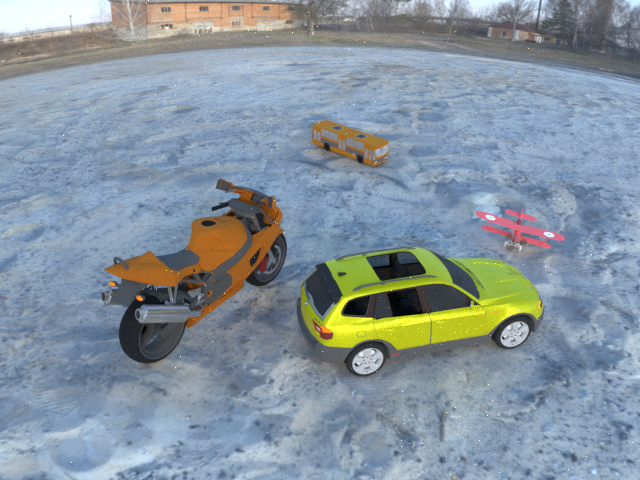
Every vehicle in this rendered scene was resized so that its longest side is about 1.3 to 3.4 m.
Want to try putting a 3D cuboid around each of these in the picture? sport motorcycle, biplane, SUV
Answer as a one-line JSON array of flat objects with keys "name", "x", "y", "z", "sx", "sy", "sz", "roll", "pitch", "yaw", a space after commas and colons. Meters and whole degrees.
[{"name": "sport motorcycle", "x": -1.394, "y": 0.331, "z": 8.780, "sx": 0.983, "sy": 1.596, "sz": 2.955, "roll": 20, "pitch": 36, "yaw": 31}, {"name": "biplane", "x": 3.059, "y": -0.172, "z": 10.742, "sx": 1.336, "sy": 0.504, "sz": 1.090, "roll": 10, "pitch": 31, "yaw": 16}, {"name": "SUV", "x": 1.243, "y": 0.711, "z": 8.590, "sx": 3.058, "sy": 1.128, "sz": 1.276, "roll": -8, "pitch": 31, "yaw": -13}]

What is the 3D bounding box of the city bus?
[{"name": "city bus", "x": 0.577, "y": -1.907, "z": 13.789, "sx": 1.674, "sy": 0.460, "sz": 0.476, "roll": 26, "pitch": 39, "yaw": 37}]
